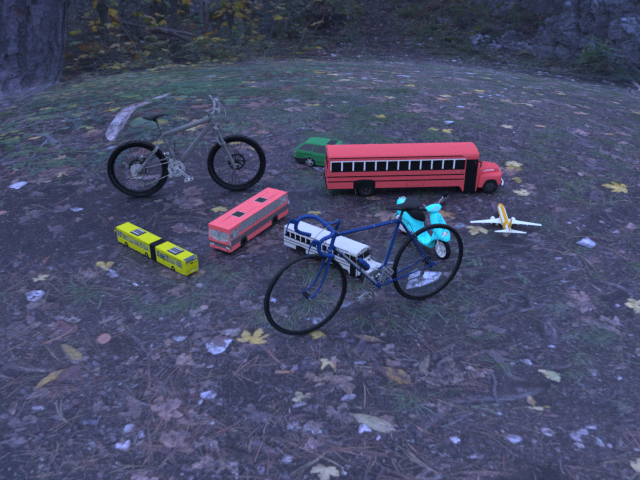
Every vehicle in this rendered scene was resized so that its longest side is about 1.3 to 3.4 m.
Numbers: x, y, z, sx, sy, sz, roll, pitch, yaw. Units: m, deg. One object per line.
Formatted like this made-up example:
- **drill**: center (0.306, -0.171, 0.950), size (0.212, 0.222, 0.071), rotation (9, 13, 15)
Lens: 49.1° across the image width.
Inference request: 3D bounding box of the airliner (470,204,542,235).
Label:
- **airliner**: center (3.101, -0.427, 11.720), size (1.161, 0.429, 1.307), rotation (3, 28, 5)

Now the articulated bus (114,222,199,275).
- **articulated bus**: center (-2.545, 0.122, 10.834), size (1.749, 0.289, 0.311), rotation (22, 35, 35)

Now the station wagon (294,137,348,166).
- **station wagon**: center (0.287, -1.753, 14.178), size (1.597, 0.473, 0.682), rotation (11, 30, 19)

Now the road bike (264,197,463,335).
- **road bike**: center (0.654, 0.283, 9.069), size (3.004, 1.656, 0.697), rotation (-13, 31, -23)

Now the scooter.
- **scooter**: center (1.617, -0.331, 11.016), size (0.662, 0.919, 1.399), rotation (-15, 31, -26)

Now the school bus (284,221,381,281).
- **school bus**: center (0.193, 0.148, 10.628), size (1.708, 0.434, 0.365), rotation (21, 34, 34)

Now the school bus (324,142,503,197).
- **school bus**: center (1.750, -1.339, 13.000), size (3.322, 0.844, 0.709), rotation (-2, 28, -3)

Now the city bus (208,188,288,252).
- **city bus**: center (-1.148, -0.334, 11.512), size (0.476, 0.460, 1.674), rotation (16, 32, 27)

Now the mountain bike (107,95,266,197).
- **mountain bike**: center (-2.404, -1.606, 12.604), size (2.857, 1.688, 1.114), rotation (-4, 28, -8)
